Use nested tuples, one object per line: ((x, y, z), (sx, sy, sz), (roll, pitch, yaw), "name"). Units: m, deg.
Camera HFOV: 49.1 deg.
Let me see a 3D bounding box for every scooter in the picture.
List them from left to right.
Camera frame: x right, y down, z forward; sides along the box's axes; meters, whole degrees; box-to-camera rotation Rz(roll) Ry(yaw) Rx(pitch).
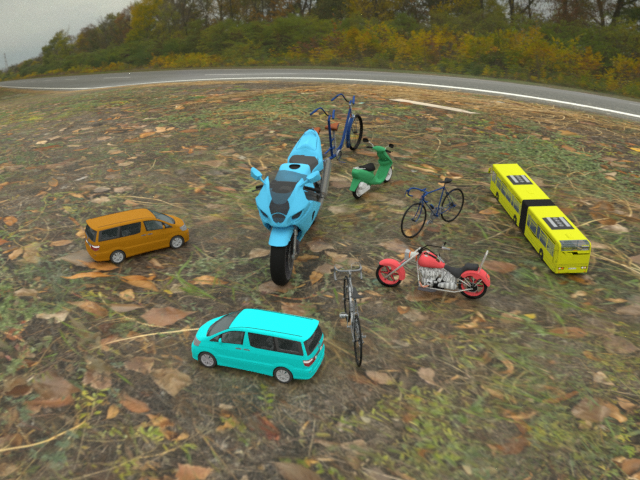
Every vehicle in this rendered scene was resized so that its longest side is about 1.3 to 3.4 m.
((0.975, -1.345, 12.911), (0.662, 0.919, 1.399), (17, 31, 32), "scooter")

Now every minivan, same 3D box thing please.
((-2.797, -0.129, 10.761), (1.548, 0.616, 0.681), (-16, 30, -29), "minivan")
((-0.738, 1.162, 8.113), (1.548, 0.616, 0.681), (8, 27, 16), "minivan")

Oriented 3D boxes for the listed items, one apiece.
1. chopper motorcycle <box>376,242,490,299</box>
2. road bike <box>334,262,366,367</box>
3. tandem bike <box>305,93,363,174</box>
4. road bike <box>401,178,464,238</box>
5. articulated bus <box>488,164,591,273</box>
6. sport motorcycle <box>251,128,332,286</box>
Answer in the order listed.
((1.537, 0.382, 9.547), (1.563, 0.761, 0.466), (9, 27, 17), "chopper motorcycle")
((0.392, 0.848, 8.488), (0.358, 0.852, 1.545), (-2, 26, -5), "road bike")
((0.217, -2.072, 13.939), (0.550, 1.326, 3.192), (12, 28, 23), "tandem bike")
((1.856, -0.560, 11.377), (1.545, 0.852, 0.358), (-21, 33, -36), "road bike")
((3.506, -0.453, 11.488), (0.605, 0.561, 3.401), (-2, 26, -3), "articulated bus")
((-0.360, -0.575, 10.557), (0.983, 1.596, 2.955), (4, 26, 8), "sport motorcycle")
